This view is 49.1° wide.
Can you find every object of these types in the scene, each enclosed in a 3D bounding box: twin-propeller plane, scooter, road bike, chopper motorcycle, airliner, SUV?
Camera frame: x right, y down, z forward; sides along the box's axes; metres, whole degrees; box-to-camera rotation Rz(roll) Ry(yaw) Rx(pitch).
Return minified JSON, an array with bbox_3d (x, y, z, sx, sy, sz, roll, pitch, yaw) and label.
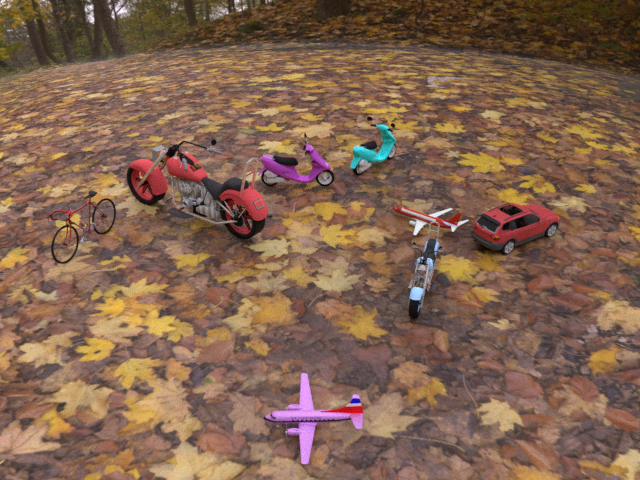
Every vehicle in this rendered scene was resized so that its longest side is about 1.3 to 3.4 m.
[{"bbox_3d":[-0.073,1.877,7.597,1.095,0.407,1.370,-1,30,-1],"label":"twin-propeller plane"},{"bbox_3d":[-0.434,-1.400,12.713,1.399,0.919,0.662,0,30,0],"label":"scooter"},{"bbox_3d":[-3.651,-0.266,10.833,0.358,0.852,1.545,11,32,18],"label":"road bike"},{"bbox_3d":[-2.095,-0.976,11.428,3.040,1.480,0.906,20,36,31],"label":"chopper motorcycle"},{"bbox_3d":[1.058,-1.823,13.438,0.662,0.919,1.399,24,38,34],"label":"scooter"},{"bbox_3d":[1.460,0.395,9.789,0.466,0.761,1.563,9,31,15],"label":"chopper motorcycle"},{"bbox_3d":[1.756,-0.437,11.546,1.307,0.429,1.161,23,37,33],"label":"airliner"},{"bbox_3d":[3.127,-0.280,11.126,1.572,0.580,0.656,-18,35,-28],"label":"SUV"}]
